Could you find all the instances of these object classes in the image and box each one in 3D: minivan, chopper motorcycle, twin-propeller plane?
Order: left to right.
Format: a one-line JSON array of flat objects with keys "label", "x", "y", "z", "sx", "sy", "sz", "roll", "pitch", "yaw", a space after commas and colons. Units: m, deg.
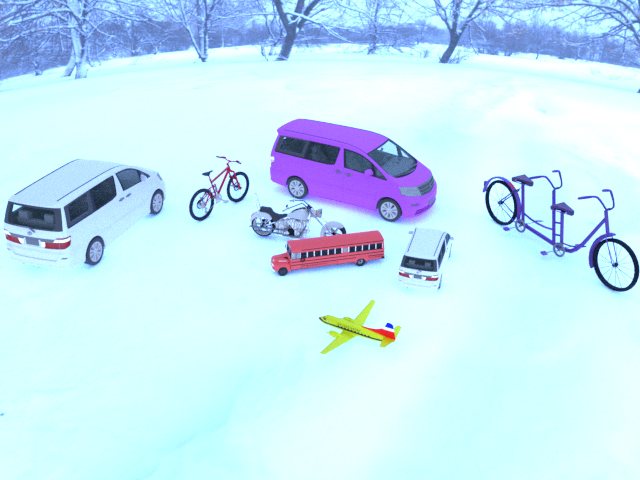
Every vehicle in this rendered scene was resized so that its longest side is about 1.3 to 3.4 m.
[{"label": "minivan", "x": -3.612, "y": -0.626, "z": 11.140, "sx": 1.324, "sy": 1.197, "sz": 3.011, "roll": 9, "pitch": 29, "yaw": 16}, {"label": "chopper motorcycle", "x": -0.357, "y": -0.324, "z": 11.037, "sx": 1.563, "sy": 0.761, "sz": 0.466, "roll": 6, "pitch": 29, "yaw": 12}, {"label": "minivan", "x": 0.593, "y": -1.291, "z": 12.390, "sx": 3.011, "sy": 1.197, "sz": 1.324, "roll": 15, "pitch": 32, "yaw": 26}, {"label": "twin-propeller plane", "x": 0.454, "y": 1.076, "z": 8.782, "sx": 1.095, "sy": 0.407, "sz": 1.370, "roll": 16, "pitch": 32, "yaw": 27}, {"label": "minivan", "x": 1.570, "y": 0.172, "z": 10.260, "sx": 0.681, "sy": 0.616, "sz": 1.548, "roll": 8, "pitch": 29, "yaw": 15}]

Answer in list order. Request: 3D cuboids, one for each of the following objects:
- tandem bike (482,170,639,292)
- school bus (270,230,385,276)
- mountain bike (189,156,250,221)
[{"label": "tandem bike", "x": 3.540, "y": -0.389, "z": 10.558, "sx": 0.550, "sy": 1.326, "sz": 3.192, "roll": -14, "pitch": 31, "yaw": -25}, {"label": "school bus", "x": 0.103, "y": 0.182, "z": 10.433, "sx": 1.708, "sy": 0.434, "sz": 0.365, "roll": -7, "pitch": 29, "yaw": -12}, {"label": "mountain bike", "x": -1.715, "y": -0.902, "z": 12.009, "sx": 0.573, "sy": 0.868, "sz": 1.469, "roll": 19, "pitch": 33, "yaw": 31}]
